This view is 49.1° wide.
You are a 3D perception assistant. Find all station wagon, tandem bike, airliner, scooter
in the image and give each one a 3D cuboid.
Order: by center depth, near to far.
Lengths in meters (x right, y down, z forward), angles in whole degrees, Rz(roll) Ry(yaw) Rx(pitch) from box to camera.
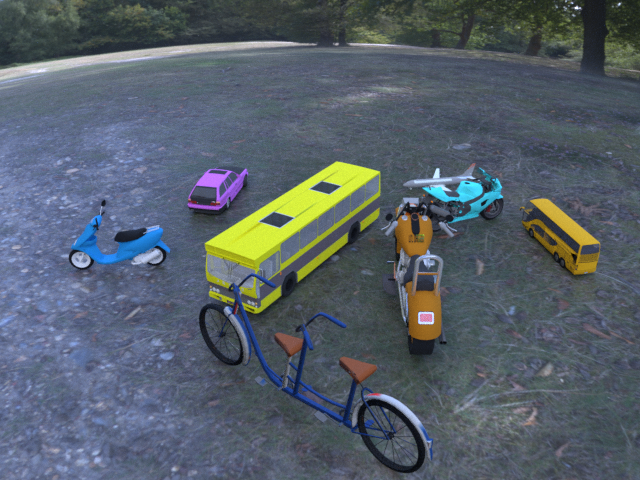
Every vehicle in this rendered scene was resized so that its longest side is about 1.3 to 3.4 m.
[{"bbox_3d":[-0.200,1.217,7.027,3.192,1.326,0.550,23,36,36],"label":"tandem bike"},{"bbox_3d":[-2.820,-0.022,9.729,1.399,0.919,0.662,-3,29,-6],"label":"scooter"},{"bbox_3d":[-1.708,-0.956,11.914,0.682,0.473,1.597,6,29,11],"label":"station wagon"},{"bbox_3d":[2.092,-1.106,12.236,1.307,0.429,1.161,-4,29,-7],"label":"airliner"}]

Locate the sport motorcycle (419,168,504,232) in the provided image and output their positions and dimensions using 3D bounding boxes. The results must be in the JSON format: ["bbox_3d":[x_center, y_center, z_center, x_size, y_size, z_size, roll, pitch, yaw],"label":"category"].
[{"bbox_3d":[2.236,-0.600,10.896,1.520,0.821,0.506,-11,31,-20],"label":"sport motorcycle"}]

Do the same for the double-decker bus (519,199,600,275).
[{"bbox_3d":[3.483,-0.095,10.260,0.389,0.541,1.672,-6,29,-11],"label":"double-decker bus"}]

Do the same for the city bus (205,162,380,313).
[{"bbox_3d":[-0.256,-0.118,9.932,0.926,0.894,3.255,17,33,28],"label":"city bus"}]

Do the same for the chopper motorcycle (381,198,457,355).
[{"bbox_3d":[1.190,0.155,8.818,0.906,1.480,3.040,1,29,1],"label":"chopper motorcycle"}]
